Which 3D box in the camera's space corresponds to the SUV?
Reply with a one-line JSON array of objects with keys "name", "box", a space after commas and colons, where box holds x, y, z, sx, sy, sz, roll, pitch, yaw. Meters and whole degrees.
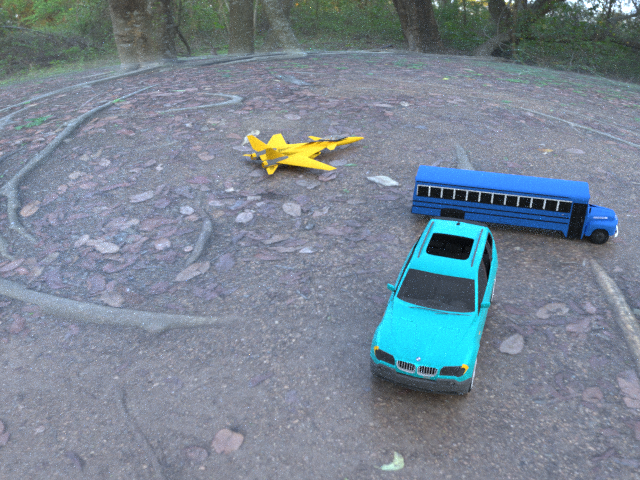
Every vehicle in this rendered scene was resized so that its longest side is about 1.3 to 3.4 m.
[{"name": "SUV", "box": [1.554, 0.708, 8.981, 1.276, 1.128, 3.058, 10, 31, 16]}]

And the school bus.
[{"name": "school bus", "box": [3.219, -0.618, 11.613, 3.322, 0.844, 0.709, 7, 30, 13]}]

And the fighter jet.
[{"name": "fighter jet", "box": [-0.166, -1.995, 14.339, 2.640, 0.557, 2.229, -17, 34, -28]}]
